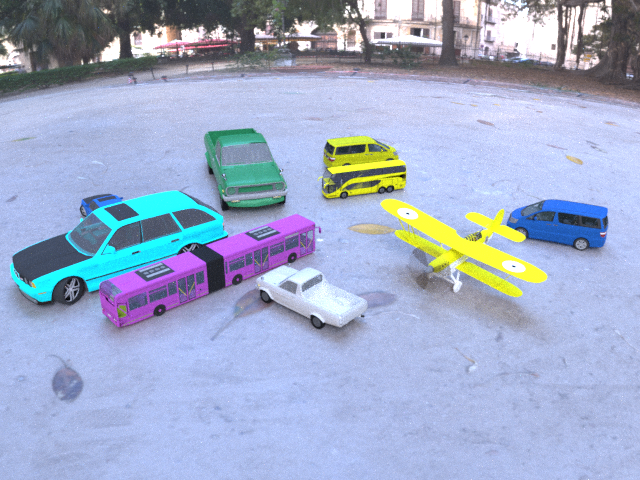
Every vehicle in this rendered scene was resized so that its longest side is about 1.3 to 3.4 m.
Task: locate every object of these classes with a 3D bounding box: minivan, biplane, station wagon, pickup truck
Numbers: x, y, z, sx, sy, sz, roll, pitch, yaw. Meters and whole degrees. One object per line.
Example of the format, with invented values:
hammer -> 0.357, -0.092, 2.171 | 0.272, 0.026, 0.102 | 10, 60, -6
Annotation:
minivan -> 3.832, -0.301, 11.319 | 1.548, 0.616, 0.681 | 11, 28, 22
minivan -> 0.856, -1.786, 14.324 | 1.548, 0.616, 0.681 | -8, 27, -16
biplane -> 2.140, 0.115, 10.065 | 2.598, 0.981, 2.120 | 21, 33, 36
station wagon -> -3.595, -0.500, 11.881 | 0.682, 0.473, 1.597 | -16, 30, -28
station wagon -> -2.949, 0.006, 10.354 | 3.105, 0.920, 1.327 | -19, 32, -33
pickup truck -> -1.490, -1.531, 13.381 | 1.244, 0.993, 3.117 | -7, 27, -13
pickup truck -> -0.140, 0.707, 9.398 | 1.603, 0.511, 0.640 | 22, 34, 37

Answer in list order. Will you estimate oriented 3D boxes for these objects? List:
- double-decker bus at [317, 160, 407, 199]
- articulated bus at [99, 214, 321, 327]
double-decker bus -> 0.805, -1.134, 13.087 | 1.672, 0.541, 0.389 | -8, 28, -17
articulated bus -> -1.456, 0.364, 10.034 | 3.401, 0.561, 0.605 | -21, 33, -36
